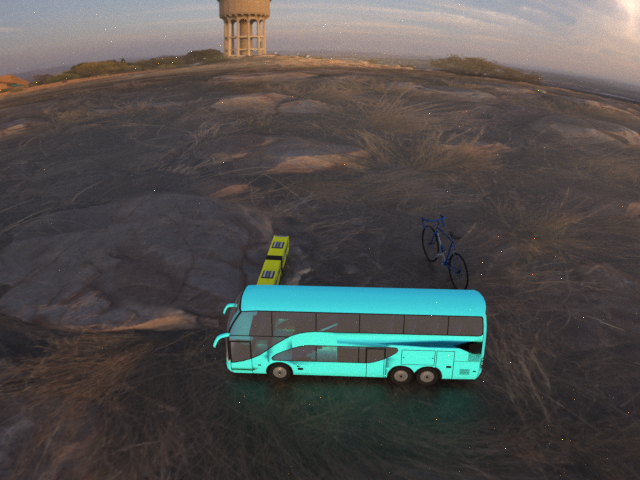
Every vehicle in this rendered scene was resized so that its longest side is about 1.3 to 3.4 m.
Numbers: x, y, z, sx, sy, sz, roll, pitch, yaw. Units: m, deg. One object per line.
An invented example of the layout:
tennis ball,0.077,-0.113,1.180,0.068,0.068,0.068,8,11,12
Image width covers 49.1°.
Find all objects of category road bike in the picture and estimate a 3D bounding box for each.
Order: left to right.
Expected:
road bike,1.901,0.157,10.685,0.358,0.852,1.545,-8,29,-16

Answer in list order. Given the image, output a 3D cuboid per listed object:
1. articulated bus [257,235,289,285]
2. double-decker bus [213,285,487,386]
articulated bus,-0.723,0.435,10.761,0.311,0.289,1.749,3,28,5
double-decker bus,0.368,1.141,8.603,3.251,1.052,0.756,1,28,2
